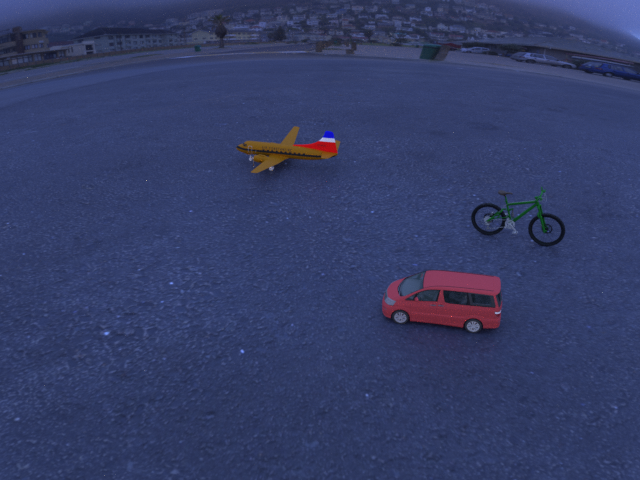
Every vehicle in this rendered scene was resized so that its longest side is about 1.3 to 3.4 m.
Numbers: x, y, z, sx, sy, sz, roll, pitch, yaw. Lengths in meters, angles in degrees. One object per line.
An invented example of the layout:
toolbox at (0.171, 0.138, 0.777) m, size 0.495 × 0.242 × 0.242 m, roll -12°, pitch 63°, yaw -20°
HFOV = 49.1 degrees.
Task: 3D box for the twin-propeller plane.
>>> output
twin-propeller plane at (-0.680, -1.865, 13.898) m, size 2.129 × 0.792 × 2.663 m, roll 8°, pitch 29°, yaw 14°

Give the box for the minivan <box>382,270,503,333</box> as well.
minivan at (1.601, 0.756, 9.204) m, size 1.548 × 0.616 × 0.681 m, roll 6°, pitch 29°, yaw 11°

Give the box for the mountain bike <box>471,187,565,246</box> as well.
mountain bike at (3.134, -0.382, 11.057) m, size 1.469 × 0.868 × 0.573 m, roll 12°, pitch 31°, yaw 21°
